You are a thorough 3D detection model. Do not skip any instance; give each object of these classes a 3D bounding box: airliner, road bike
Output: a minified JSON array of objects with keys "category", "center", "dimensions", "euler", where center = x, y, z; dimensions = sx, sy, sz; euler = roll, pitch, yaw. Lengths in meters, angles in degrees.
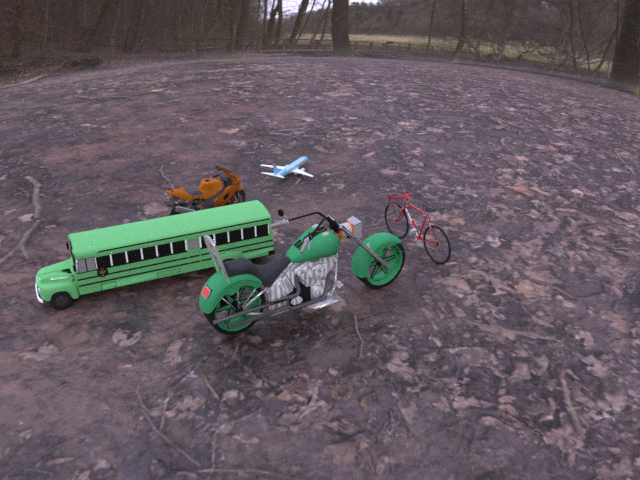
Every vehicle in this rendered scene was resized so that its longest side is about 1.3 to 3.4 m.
[{"category":"airliner","center":[-0.565,-1.465,13.376],"dimensions":[1.161,0.429,1.307],"euler":[15,32,25]},{"category":"road bike","center":[1.468,-0.229,10.649],"dimensions":[0.358,0.852,1.545],"euler":[-17,33,-29]}]

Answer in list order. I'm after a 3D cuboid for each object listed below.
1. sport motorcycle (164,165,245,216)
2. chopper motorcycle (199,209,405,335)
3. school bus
[{"category":"sport motorcycle","center":[-1.857,-0.691,11.534],"dimensions":[1.520,0.821,0.506],"euler":[-24,37,-37]},{"category":"chopper motorcycle","center":[-0.139,0.268,9.071],"dimensions":[3.040,1.480,0.906],"euler":[-17,33,-28]},{"category":"school bus","center":[-2.316,0.165,9.930],"dimensions":[3.322,0.844,0.709],"euler":[-12,31,-21]}]
